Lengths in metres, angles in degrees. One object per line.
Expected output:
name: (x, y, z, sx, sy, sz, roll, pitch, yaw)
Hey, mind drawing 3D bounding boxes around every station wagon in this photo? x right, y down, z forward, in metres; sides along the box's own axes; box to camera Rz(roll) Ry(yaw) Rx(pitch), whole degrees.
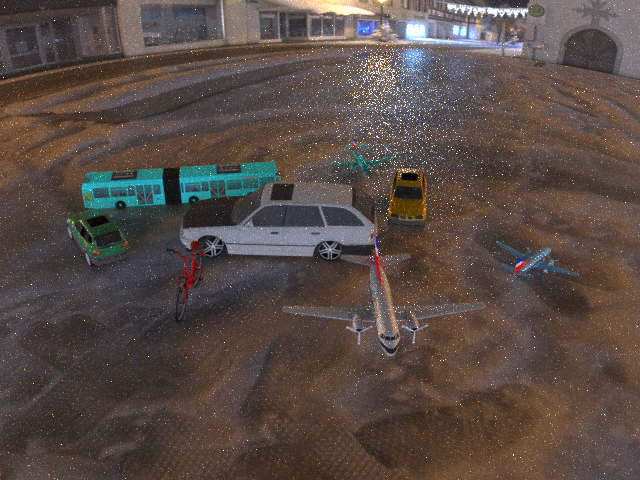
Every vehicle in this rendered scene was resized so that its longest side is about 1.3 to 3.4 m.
station wagon: (-0.647, -0.361, 11.016, 3.105, 0.920, 1.327, 1, 30, 2)

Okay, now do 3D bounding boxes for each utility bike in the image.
utility bike: (-1.758, 0.443, 9.622, 0.535, 0.946, 1.435, 3, 31, 5)

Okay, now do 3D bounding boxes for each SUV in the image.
SUV: (1.517, -0.759, 12.028, 0.656, 0.580, 1.572, 4, 31, 7)
SUV: (-3.492, -0.131, 10.960, 0.656, 0.580, 1.572, -18, 35, -28)

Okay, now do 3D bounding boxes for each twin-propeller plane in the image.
twin-propeller plane: (0.771, -1.625, 13.672, 1.370, 0.407, 1.095, -6, 31, -10)
twin-propeller plane: (3.179, 0.276, 10.438, 1.370, 0.407, 1.095, 26, 39, 37)
twin-propeller plane: (0.830, 0.729, 9.288, 2.663, 0.792, 2.129, -1, 30, -2)

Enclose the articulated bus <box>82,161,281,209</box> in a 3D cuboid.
articulated bus: (-2.415, -0.973, 12.411, 3.401, 0.561, 0.605, -4, 31, -7)
